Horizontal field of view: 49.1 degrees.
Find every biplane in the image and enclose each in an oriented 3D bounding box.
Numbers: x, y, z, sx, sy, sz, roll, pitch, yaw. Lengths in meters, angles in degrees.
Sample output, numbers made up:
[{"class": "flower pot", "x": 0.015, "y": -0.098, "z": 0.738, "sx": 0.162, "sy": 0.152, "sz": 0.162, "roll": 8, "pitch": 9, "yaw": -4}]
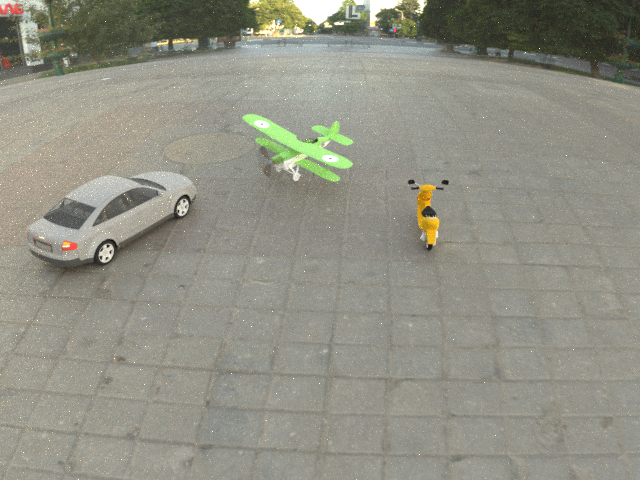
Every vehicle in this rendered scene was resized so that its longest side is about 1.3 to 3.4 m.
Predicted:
[{"class": "biplane", "x": -0.259, "y": -1.766, "z": 13.589, "sx": 2.598, "sy": 0.981, "sz": 2.120, "roll": 22, "pitch": 36, "yaw": 34}]

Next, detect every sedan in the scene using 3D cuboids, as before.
[{"class": "sedan", "x": -3.313, "y": -0.549, "z": 11.485, "sx": 1.235, "sy": 0.940, "sz": 3.137, "roll": 16, "pitch": 33, "yaw": 27}]

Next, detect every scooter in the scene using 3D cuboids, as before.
[{"class": "scooter", "x": 1.752, "y": -0.491, "z": 11.404, "sx": 0.662, "sy": 0.919, "sz": 1.399, "roll": 1, "pitch": 30, "yaw": 1}]
